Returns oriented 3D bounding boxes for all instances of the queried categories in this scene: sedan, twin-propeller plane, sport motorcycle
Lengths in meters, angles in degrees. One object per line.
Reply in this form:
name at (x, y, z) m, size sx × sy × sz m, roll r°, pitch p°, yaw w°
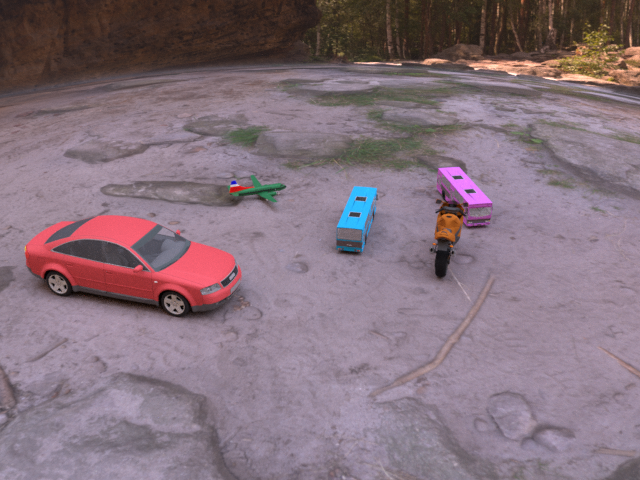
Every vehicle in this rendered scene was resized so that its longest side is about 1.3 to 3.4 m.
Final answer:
sedan at (-2.634, 0.242, 9.854) m, size 3.137 × 0.940 × 1.235 m, roll 8°, pitch 28°, yaw 15°
twin-propeller plane at (-1.125, -0.960, 12.764) m, size 1.095 × 0.407 × 1.370 m, roll -11°, pitch 29°, yaw -20°
sport motorcycle at (1.923, -0.065, 10.579) m, size 0.506 × 0.821 × 1.520 m, roll 7°, pitch 28°, yaw 14°

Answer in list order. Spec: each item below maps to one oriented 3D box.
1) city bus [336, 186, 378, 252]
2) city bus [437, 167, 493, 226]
city bus at (0.621, -0.345, 11.515) m, size 0.476 × 0.460 × 1.674 m, roll 5°, pitch 28°, yaw 10°
city bus at (2.515, -0.768, 12.336) m, size 0.476 × 0.460 × 1.674 m, roll -4°, pitch 28°, yaw -8°
